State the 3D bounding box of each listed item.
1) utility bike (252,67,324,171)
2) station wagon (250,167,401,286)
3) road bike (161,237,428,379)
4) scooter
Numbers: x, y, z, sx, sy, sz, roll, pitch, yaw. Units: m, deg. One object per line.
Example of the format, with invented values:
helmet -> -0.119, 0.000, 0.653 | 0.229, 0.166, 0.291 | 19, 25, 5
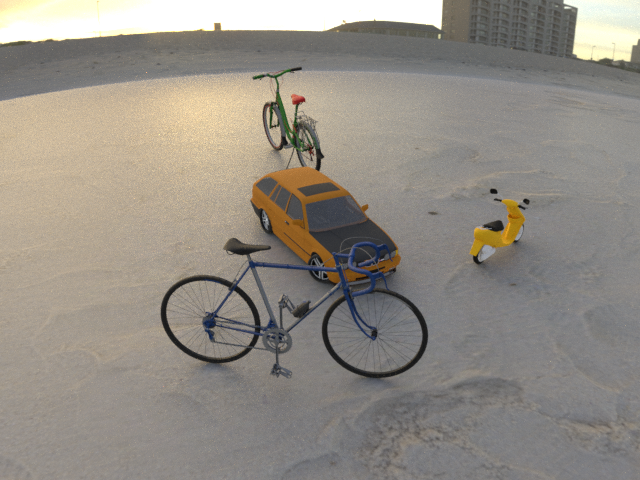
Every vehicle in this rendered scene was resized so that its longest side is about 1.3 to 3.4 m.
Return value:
utility bike -> -0.678, -2.370, 13.767 | 1.039, 1.839, 2.791 | -12, 29, -24
station wagon -> 0.010, -0.338, 10.673 | 1.327, 0.920, 3.105 | -13, 29, -25
road bike -> -0.321, 0.742, 7.638 | 3.004, 1.656, 0.696 | 4, 26, 8
scooter -> 2.691, -0.219, 10.431 | 0.662, 0.919, 1.399 | 24, 35, 39
